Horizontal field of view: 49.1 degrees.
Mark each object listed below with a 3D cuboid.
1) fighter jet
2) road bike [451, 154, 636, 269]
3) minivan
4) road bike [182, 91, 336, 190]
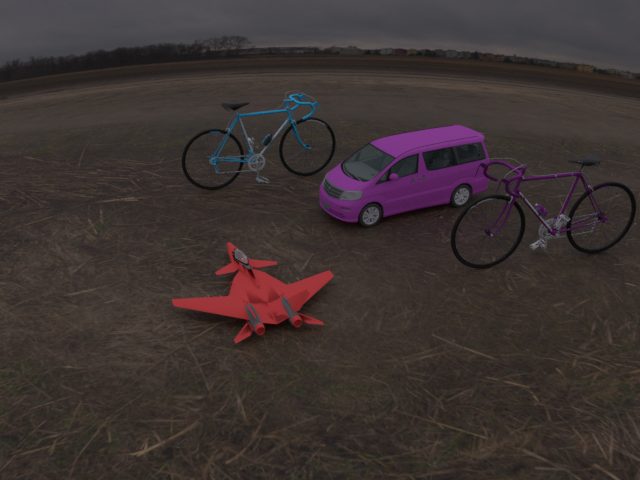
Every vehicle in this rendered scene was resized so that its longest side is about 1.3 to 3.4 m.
[{"bbox_3d":[-0.946,0.434,9.571,2.229,0.557,2.640,-10,28,-19],"label":"fighter jet"},{"bbox_3d":[3.296,-0.438,10.095,3.004,1.656,0.697,-7,27,-13],"label":"road bike"},{"bbox_3d":[1.455,-1.157,12.067,3.011,1.197,1.324,-12,29,-24],"label":"minivan"},{"bbox_3d":[-1.085,-1.834,12.918,3.004,1.656,0.697,-11,28,-20],"label":"road bike"}]
